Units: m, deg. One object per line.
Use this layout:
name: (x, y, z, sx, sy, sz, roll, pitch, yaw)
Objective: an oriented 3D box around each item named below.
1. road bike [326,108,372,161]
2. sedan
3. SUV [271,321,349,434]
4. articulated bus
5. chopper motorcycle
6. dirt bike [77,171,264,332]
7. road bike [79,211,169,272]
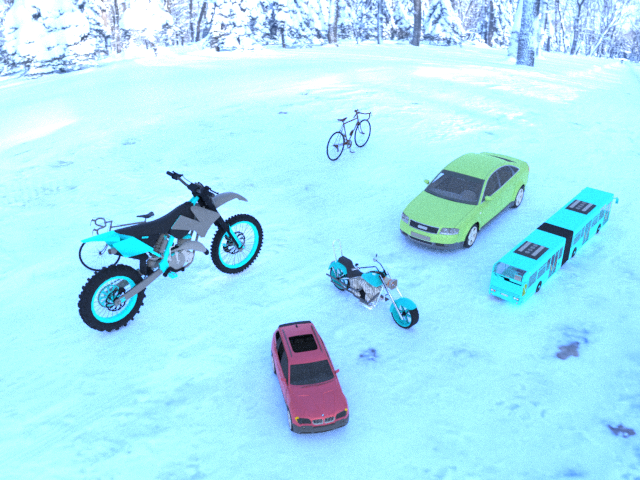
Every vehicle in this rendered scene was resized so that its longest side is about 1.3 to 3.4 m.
road bike: (0.604, -2.164, 14.251, 0.358, 0.852, 1.545, 20, 34, 32)
sedan: (2.463, -0.809, 11.657, 1.235, 0.940, 3.137, 20, 34, 32)
SUV: (-0.146, 1.481, 7.806, 0.656, 0.580, 1.572, -7, 29, -12)
articulated bus: (3.579, 0.005, 10.552, 0.605, 0.561, 3.401, 21, 35, 34)
chopper motorcycle: (0.688, 0.571, 9.296, 0.466, 0.761, 1.563, -24, 36, -37)
dirt bike: (-1.909, 0.063, 9.284, 2.903, 1.666, 1.024, -25, 37, -38)
road bike: (-2.745, 0.005, 10.247, 1.545, 0.852, 0.358, -10, 30, -18)
